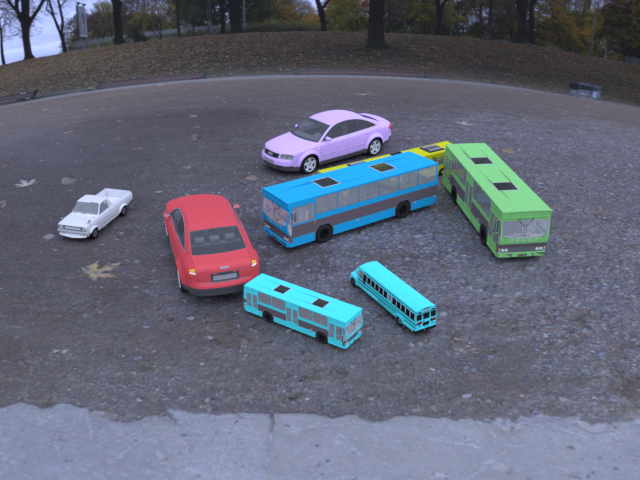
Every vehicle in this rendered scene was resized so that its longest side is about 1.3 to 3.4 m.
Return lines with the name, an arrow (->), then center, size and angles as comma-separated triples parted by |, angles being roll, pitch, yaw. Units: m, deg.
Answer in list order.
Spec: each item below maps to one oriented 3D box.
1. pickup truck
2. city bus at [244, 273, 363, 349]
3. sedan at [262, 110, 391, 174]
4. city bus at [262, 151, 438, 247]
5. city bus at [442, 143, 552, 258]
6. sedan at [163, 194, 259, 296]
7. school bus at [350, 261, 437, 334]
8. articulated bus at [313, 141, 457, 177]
pickup truck -> -3.915, -0.531, 12.262 | 0.640, 0.511, 1.603 | 7, 27, 14
city bus -> -0.247, 0.950, 9.370 | 1.674, 0.460, 0.476 | 17, 31, 30
sedan -> 0.172, -2.241, 15.191 | 3.137, 0.940, 1.235 | -19, 33, -33
city bus -> 0.586, -0.724, 12.219 | 3.255, 0.894, 0.926 | -17, 31, -31
city bus -> 2.982, -0.753, 12.278 | 0.926, 0.894, 3.255 | -3, 27, -6
sedan -> -1.772, -0.136, 10.997 | 1.235, 0.940, 3.137 | -8, 28, -16
school bus -> 0.979, 0.740, 9.817 | 0.365, 0.434, 1.708 | -14, 30, -26
articulated bus -> 1.452, -1.397, 13.931 | 3.401, 0.561, 0.605 | -16, 31, -29
